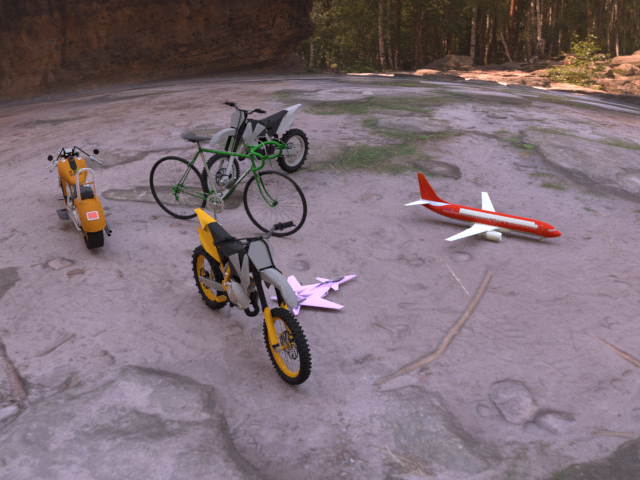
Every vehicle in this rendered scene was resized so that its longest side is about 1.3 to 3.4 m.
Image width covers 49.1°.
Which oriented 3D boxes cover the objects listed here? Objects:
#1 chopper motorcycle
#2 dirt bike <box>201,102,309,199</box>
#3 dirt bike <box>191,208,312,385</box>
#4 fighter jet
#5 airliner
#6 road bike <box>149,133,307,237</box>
[{"bbox_3d":[-4.095,-0.930,11.786,0.906,1.480,3.040,-12,28,-24],"label":"chopper motorcycle"},{"bbox_3d":[-1.182,-1.830,13.429,1.024,1.666,2.903,20,32,35],"label":"dirt bike"},{"bbox_3d":[-0.923,0.519,8.584,1.024,1.666,2.903,-16,30,-30],"label":"dirt bike"},{"bbox_3d":[0.010,0.633,9.930,1.358,0.286,1.147,-20,32,-35],"label":"fighter jet"},{"bbox_3d":[2.768,-0.544,11.730,2.541,0.835,2.257,12,28,24],"label":"airliner"},{"bbox_3d":[-1.596,-0.963,11.653,3.004,1.656,0.697,10,28,20],"label":"road bike"}]
